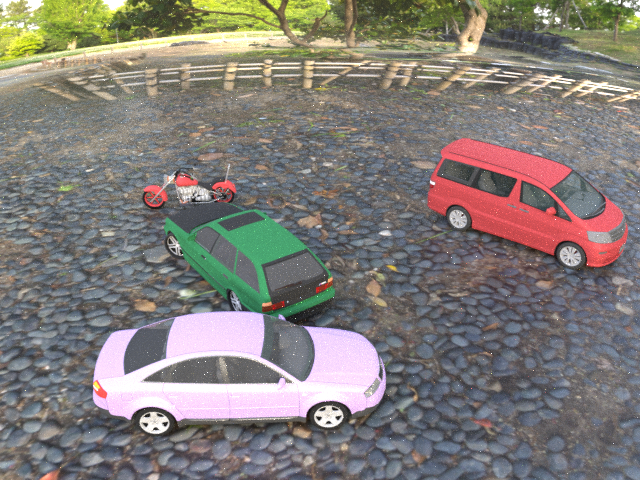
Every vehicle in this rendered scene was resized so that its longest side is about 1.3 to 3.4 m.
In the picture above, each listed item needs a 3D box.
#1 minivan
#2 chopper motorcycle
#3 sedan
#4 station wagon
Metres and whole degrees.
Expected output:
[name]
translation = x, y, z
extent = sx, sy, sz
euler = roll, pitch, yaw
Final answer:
[minivan]
translation = 3.184, -0.619, 10.763
extent = 3.011, 1.197, 1.324
euler = 22, 36, 33
[chopper motorcycle]
translation = -2.192, -0.897, 11.693
extent = 1.563, 0.761, 0.466
euler = -2, 30, -3
[sedan]
translation = -0.848, 1.339, 7.577
extent = 3.137, 0.940, 1.235
euler = -1, 30, -2
[station wagon]
translation = -1.107, 0.100, 9.777
extent = 1.327, 0.920, 3.105
euler = -20, 35, -31
